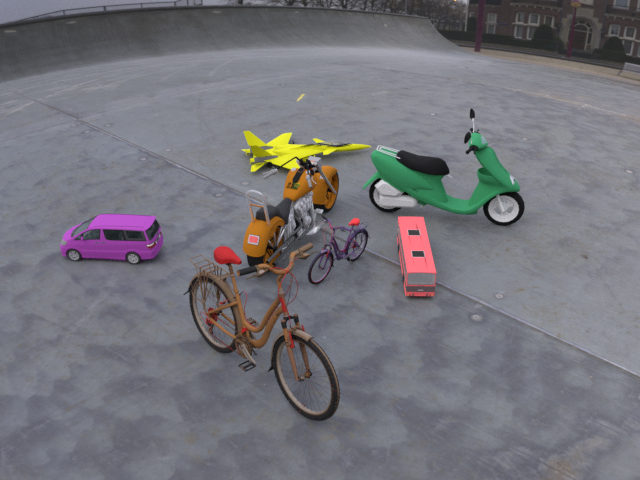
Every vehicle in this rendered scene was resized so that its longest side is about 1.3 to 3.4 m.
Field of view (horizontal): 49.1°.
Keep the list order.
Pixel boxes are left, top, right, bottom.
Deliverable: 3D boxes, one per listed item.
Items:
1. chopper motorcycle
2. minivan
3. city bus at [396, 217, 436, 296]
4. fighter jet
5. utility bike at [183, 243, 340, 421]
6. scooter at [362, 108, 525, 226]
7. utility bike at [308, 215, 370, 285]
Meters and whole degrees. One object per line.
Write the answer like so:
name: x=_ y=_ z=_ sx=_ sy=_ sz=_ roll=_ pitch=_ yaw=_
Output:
chopper motorcycle: x=-0.362 y=-0.662 z=11.048 sx=0.906 sy=1.480 sz=3.040 roll=12 pitch=32 yaw=20
minivan: x=-3.253 y=-0.052 z=10.855 sx=1.548 sy=0.616 sz=0.681 roll=3 pitch=30 yaw=5
city bus: x=1.425 y=0.239 z=10.505 sx=0.476 sy=0.460 sz=1.674 roll=1 pitch=30 yaw=1
fighter jet: x=-0.207 y=-1.918 z=14.152 sx=2.640 sy=0.557 sz=2.229 roll=-8 pitch=31 yaw=-13
utility bike: x=-0.699 y=0.814 z=8.126 sx=1.039 sy=1.839 sz=2.791 roll=-26 pitch=39 yaw=-37
scooter: x=2.068 y=-1.158 z=11.601 sx=2.721 sy=1.786 sz=1.288 roll=7 pitch=31 yaw=12
utility bike: x=0.344 y=0.075 z=10.303 sx=0.535 sy=0.946 sz=1.435 roll=23 pitch=37 yaw=34
